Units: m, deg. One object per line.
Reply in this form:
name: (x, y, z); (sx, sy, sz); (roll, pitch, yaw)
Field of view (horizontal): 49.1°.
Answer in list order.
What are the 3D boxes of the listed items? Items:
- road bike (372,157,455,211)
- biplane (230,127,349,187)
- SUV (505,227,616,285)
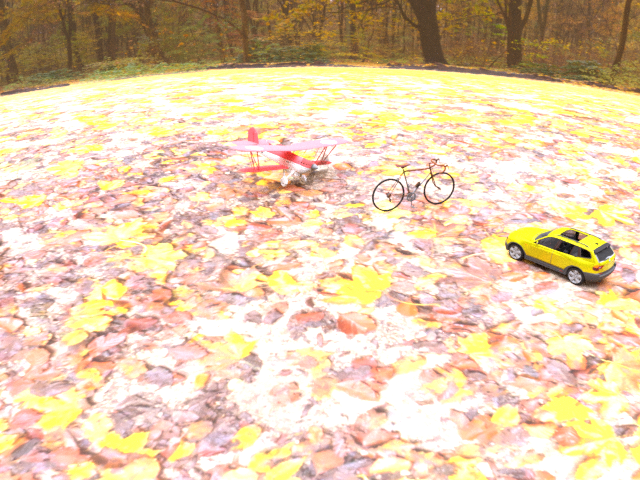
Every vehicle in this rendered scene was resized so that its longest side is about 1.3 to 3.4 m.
road bike: (1.600, -0.936, 11.850); (1.545, 0.852, 0.358); (-8, 28, -16)
biplane: (-0.700, -1.595, 13.028); (2.598, 0.981, 2.120); (-21, 33, -36)
SUV: (3.435, 0.115, 10.047); (0.656, 0.580, 1.572); (-22, 34, -36)
